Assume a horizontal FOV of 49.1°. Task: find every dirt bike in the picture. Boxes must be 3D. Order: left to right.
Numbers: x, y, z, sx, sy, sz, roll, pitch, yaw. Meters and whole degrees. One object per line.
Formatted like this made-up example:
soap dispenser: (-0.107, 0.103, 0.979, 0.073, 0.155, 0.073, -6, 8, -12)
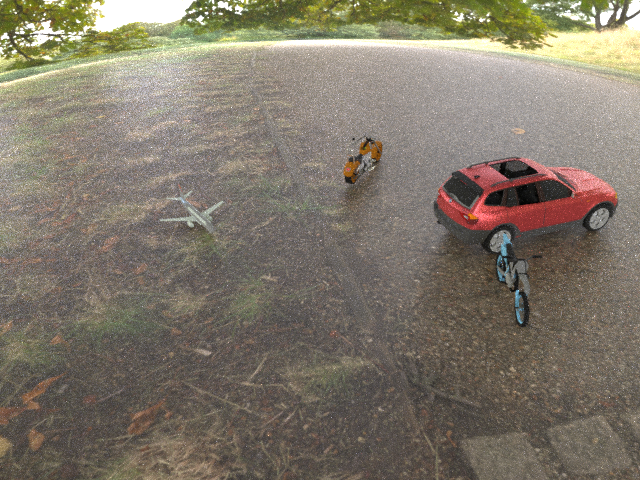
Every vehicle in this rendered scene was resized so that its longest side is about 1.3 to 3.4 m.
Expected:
dirt bike: (2.640, 0.484, 9.516, 0.527, 0.857, 1.493, -1, 31, -1)

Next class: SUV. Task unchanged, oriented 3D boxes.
SUV: (3.340, -0.711, 11.230, 3.058, 1.128, 1.276, -12, 33, -19)

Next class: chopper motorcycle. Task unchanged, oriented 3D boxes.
chopper motorcycle: (0.833, -1.601, 13.056, 0.466, 0.761, 1.563, 14, 34, 22)

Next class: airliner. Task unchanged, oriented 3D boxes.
airliner: (-2.057, -0.511, 11.574, 1.161, 0.429, 1.307, -20, 36, -29)
